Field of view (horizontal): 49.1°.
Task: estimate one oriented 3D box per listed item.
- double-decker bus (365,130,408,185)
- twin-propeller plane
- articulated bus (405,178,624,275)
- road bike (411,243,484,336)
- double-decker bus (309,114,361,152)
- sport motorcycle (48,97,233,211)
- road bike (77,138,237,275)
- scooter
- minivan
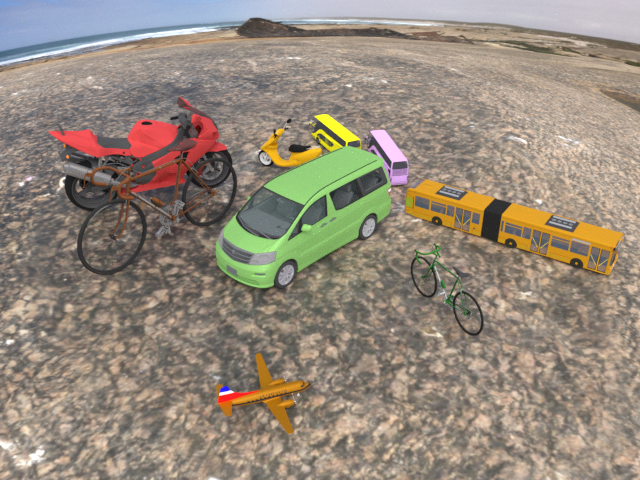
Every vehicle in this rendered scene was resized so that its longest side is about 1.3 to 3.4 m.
[{"bbox_3d":[1.252,-1.586,13.207,0.389,0.541,1.672,-6,32,-10],"label":"double-decker bus"},{"bbox_3d":[-0.621,1.708,7.930,1.095,0.407,1.370,-10,33,-16],"label":"twin-propeller plane"},{"bbox_3d":[2.957,-0.259,11.009,3.401,0.561,0.605,19,36,28],"label":"articulated bus"},{"bbox_3d":[1.669,0.620,9.289,0.358,0.852,1.545,-16,35,-25],"label":"road bike"},{"bbox_3d":[0.292,-2.031,13.938,0.389,0.541,1.672,-14,34,-21],"label":"double-decker bus"},{"bbox_3d":[-2.937,-1.421,11.923,2.955,1.596,0.983,-13,34,-20],"label":"sport motorcycle"},{"bbox_3d":[-2.370,-0.614,10.541,0.697,1.656,3.004,24,39,34],"label":"road bike"},{"bbox_3d":[-0.550,-1.697,13.027,1.399,0.919,0.662,14,34,22],"label":"scooter"},{"bbox_3d":[-0.213,-0.405,10.639,1.324,1.197,3.011,26,40,36],"label":"minivan"}]
